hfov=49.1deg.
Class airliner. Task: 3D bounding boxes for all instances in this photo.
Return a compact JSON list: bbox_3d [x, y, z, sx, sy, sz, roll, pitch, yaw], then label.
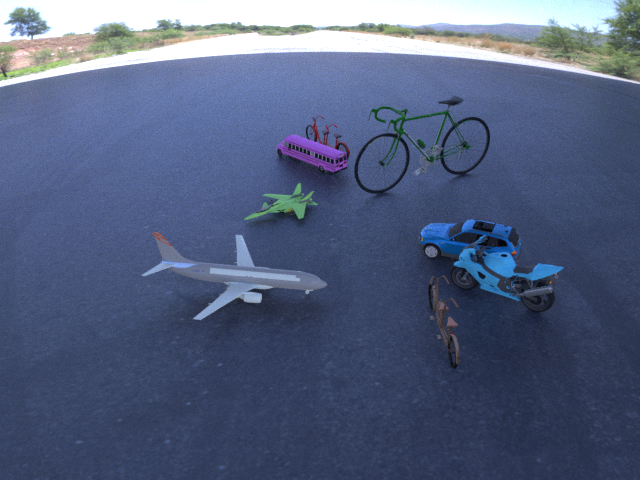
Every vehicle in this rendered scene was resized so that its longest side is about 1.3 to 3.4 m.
[{"bbox_3d":[-1.156,0.338,9.945,2.541,0.835,2.257,4,30,7],"label":"airliner"}]

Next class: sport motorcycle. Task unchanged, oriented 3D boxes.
[{"bbox_3d":[2.543,0.485,9.701,1.520,0.821,0.506,16,34,26],"label":"sport motorcycle"}]

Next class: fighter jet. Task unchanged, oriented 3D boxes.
[{"bbox_3d":[-0.748,-0.624,12.180,1.358,0.286,1.147,-21,36,-32],"label":"fighter jet"}]

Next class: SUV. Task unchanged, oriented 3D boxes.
[{"bbox_3d":[2.309,-0.002,10.795,1.572,0.580,0.656,12,32,20],"label":"SUV"}]

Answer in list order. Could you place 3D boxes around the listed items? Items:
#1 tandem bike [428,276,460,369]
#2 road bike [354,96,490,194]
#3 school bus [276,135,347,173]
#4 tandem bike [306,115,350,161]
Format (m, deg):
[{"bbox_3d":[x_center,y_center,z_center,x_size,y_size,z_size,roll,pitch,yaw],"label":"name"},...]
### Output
[{"bbox_3d":[1.587,0.963,9.006,0.283,0.682,1.642,-2,30,-3],"label":"tandem bike"},{"bbox_3d":[1.946,-1.793,12.845,3.004,1.656,0.696,-14,33,-23],"label":"road bike"},{"bbox_3d":[-0.204,-1.741,13.985,1.708,0.434,0.365,25,38,37],"label":"school bus"},{"bbox_3d":[0.141,-2.114,14.389,0.283,0.682,1.642,-17,34,-28],"label":"tandem bike"}]
